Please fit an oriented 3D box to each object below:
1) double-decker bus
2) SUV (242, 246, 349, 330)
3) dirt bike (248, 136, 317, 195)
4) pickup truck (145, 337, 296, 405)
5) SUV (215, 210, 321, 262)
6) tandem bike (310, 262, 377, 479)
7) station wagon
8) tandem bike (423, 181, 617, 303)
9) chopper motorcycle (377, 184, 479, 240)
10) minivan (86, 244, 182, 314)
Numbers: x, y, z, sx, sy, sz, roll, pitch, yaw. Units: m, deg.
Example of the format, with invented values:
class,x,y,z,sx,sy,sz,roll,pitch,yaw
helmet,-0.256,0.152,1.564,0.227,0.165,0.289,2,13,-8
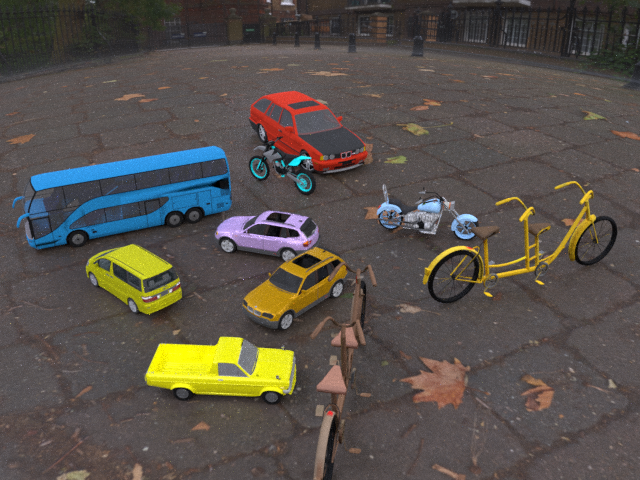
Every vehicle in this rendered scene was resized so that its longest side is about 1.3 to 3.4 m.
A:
class,x,y,z,sx,sy,sz,roll,pitch,yaw
double-decker bus,-2.988,-0.666,10.828,3.251,1.052,0.756,-13,31,-23
SUV,-0.298,0.577,9.030,0.656,0.580,1.572,23,36,36
dirt bike,-0.683,-1.310,12.221,1.493,0.857,0.527,19,34,31
pickup truck,-1.063,1.374,7.632,1.603,0.511,0.640,2,29,3
SUV,-0.778,-0.117,10.309,1.572,0.580,0.656,9,30,17
tandem bike,0.249,1.195,7.107,0.550,1.326,3.192,5,29,9
station wagon,-0.281,-2.218,13.830,1.327,0.920,3.105,-16,32,-26
tandem bike,2.762,0.011,9.291,3.192,1.326,0.550,-12,31,-21
chopper motorcycle,1.646,-0.423,10.685,1.563,0.761,0.466,7,29,13
minivan,-2.508,0.428,9.268,1.548,0.616,0.681,24,37,37
